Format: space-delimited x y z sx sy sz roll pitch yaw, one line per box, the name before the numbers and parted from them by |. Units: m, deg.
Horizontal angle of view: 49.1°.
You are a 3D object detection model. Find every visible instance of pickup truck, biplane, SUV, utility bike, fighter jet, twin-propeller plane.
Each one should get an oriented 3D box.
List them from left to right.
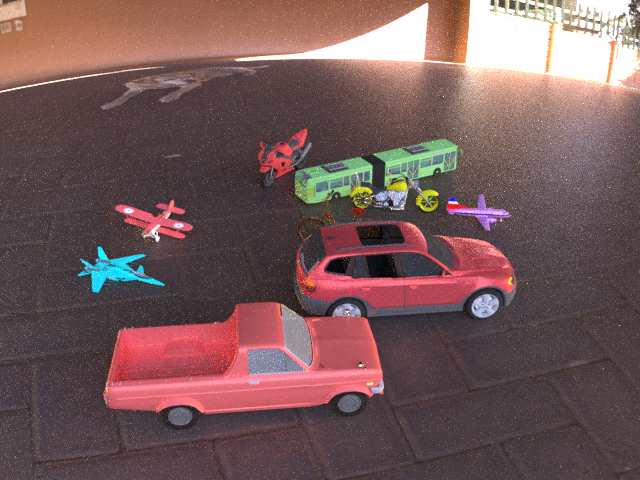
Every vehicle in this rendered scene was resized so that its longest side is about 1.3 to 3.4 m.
fighter jet | -2.874 0.446 10.362 1.358 0.286 1.147 12 31 21
biplane | -2.635 -0.312 11.496 1.336 0.504 1.090 8 30 15
pickup truck | -0.837 1.341 8.036 3.117 0.993 1.244 -3 29 -5
utility bike | 0.321 -0.234 10.903 1.435 0.946 0.535 6 30 10
SUV | 1.159 0.372 9.631 3.058 1.128 1.276 -3 29 -6
twin-propeller plane | 2.714 -0.519 11.966 1.095 0.407 1.370 3 29 6

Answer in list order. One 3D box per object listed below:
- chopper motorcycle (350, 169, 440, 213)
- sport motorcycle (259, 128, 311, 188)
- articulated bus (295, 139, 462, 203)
chopper motorcycle | 1.313 -0.851 12.198 1.563 0.761 0.466 1 29 3
sport motorcycle | -0.696 -1.573 13.429 0.506 0.821 1.520 18 34 29
articulated bus | 1.144 -1.323 13.247 3.401 0.561 0.605 -15 33 -25
